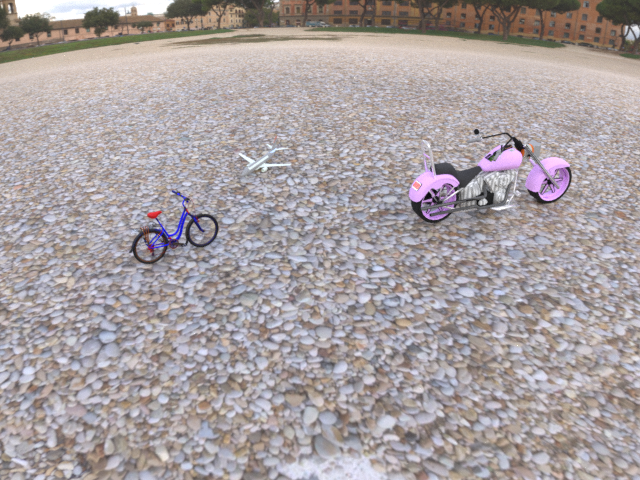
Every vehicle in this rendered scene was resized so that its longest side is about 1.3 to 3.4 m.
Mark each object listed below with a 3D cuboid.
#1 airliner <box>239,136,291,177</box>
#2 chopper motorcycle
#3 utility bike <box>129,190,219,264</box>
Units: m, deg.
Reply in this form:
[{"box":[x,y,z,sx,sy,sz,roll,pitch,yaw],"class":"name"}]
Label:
[{"box":[-1.130,-1.569,13.255,1.161,0.429,1.307,14,33,24],"class":"airliner"},{"box":[2.855,-1.110,11.394,3.040,1.480,0.906,-11,32,-19],"class":"chopper motorcycle"},{"box":[-2.187,-0.213,10.365,1.435,0.946,0.535,-19,35,-30],"class":"utility bike"}]
